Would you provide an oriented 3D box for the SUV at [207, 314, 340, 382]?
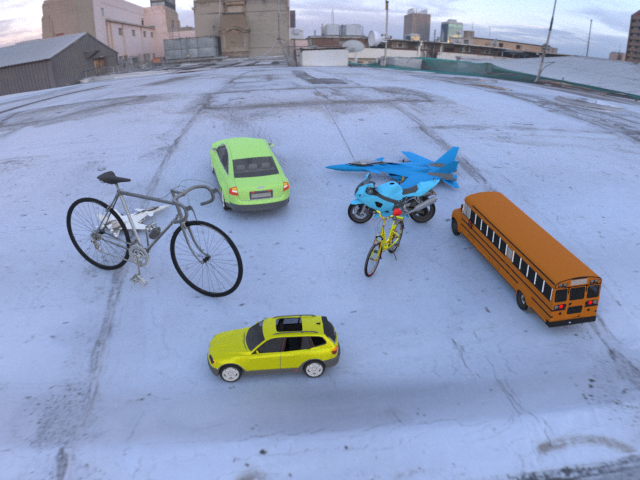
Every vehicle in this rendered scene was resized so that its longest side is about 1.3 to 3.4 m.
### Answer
[{"bbox_3d":[-0.546,1.238,8.280,1.572,0.580,0.656,-2,27,-4],"label":"SUV"}]

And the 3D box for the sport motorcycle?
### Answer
[{"bbox_3d":[1.224,-0.663,11.726,1.520,0.821,0.506,-1,27,-2],"label":"sport motorcycle"}]

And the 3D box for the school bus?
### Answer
[{"bbox_3d":[2.824,0.109,10.194,0.709,0.844,3.322,-6,28,-12],"label":"school bus"}]

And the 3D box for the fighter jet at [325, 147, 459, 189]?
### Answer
[{"bbox_3d":[1.392,-1.489,13.627,2.640,0.557,2.229,5,27,9],"label":"fighter jet"}]

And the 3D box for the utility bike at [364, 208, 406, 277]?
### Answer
[{"bbox_3d":[1.034,-0.064,10.419,0.535,0.946,1.435,14,30,25],"label":"utility bike"}]

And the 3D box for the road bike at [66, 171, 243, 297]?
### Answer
[{"bbox_3d":[-2.396,-0.127,9.764,3.004,1.656,0.696,12,29,22],"label":"road bike"}]

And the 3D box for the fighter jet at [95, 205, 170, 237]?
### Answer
[{"bbox_3d":[-3.095,-0.457,11.909,1.147,0.286,1.358,21,34,35],"label":"fighter jet"}]

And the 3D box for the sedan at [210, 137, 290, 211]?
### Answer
[{"bbox_3d":[-1.368,-1.416,13.064,1.235,0.940,3.137,-7,28,-13],"label":"sedan"}]
